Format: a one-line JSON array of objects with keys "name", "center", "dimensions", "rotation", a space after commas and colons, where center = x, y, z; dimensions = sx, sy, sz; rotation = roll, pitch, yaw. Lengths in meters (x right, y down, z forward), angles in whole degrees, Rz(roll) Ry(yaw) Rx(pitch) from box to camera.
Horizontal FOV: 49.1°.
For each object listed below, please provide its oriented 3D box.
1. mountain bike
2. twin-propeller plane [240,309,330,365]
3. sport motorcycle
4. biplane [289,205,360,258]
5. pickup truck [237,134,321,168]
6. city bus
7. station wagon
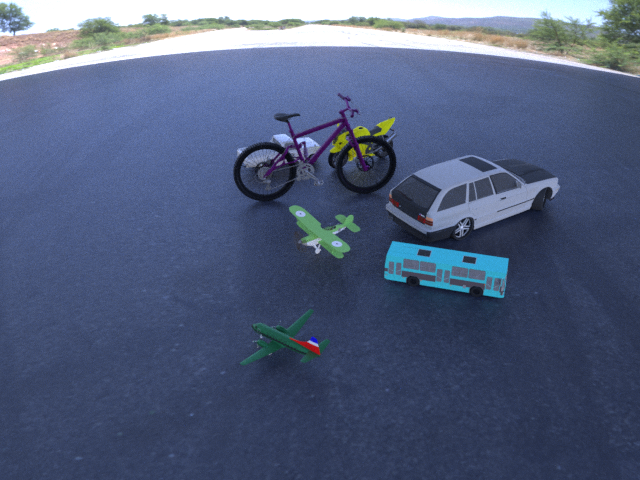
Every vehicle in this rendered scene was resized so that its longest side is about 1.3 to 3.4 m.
[{"name": "mountain bike", "center": [-0.066, -1.492, 11.944], "dimensions": [2.857, 1.688, 1.114], "rotation": [-5, 30, -8]}, {"name": "twin-propeller plane", "center": [-0.434, 1.189, 8.600], "dimensions": [1.095, 0.407, 1.370], "rotation": [21, 36, 31]}, {"name": "sport motorcycle", "center": [0.807, -1.870, 13.457], "dimensions": [1.520, 0.821, 0.506], "rotation": [-17, 34, -27]}, {"name": "biplane", "center": [0.108, -0.107, 10.736], "dimensions": [1.090, 0.504, 1.336], "rotation": [-22, 37, -33]}, {"name": "pickup truck", "center": [-0.778, -1.730, 13.525], "dimensions": [1.603, 0.511, 0.640], "rotation": [-14, 33, -22]}, {"name": "city bus", "center": [1.772, 0.428, 9.859], "dimensions": [1.674, 0.460, 0.476], "rotation": [9, 31, 15]}, {"name": "station wagon", "center": [2.623, -0.869, 11.633], "dimensions": [3.105, 0.920, 1.327], "rotation": [-18, 35, -28]}]
